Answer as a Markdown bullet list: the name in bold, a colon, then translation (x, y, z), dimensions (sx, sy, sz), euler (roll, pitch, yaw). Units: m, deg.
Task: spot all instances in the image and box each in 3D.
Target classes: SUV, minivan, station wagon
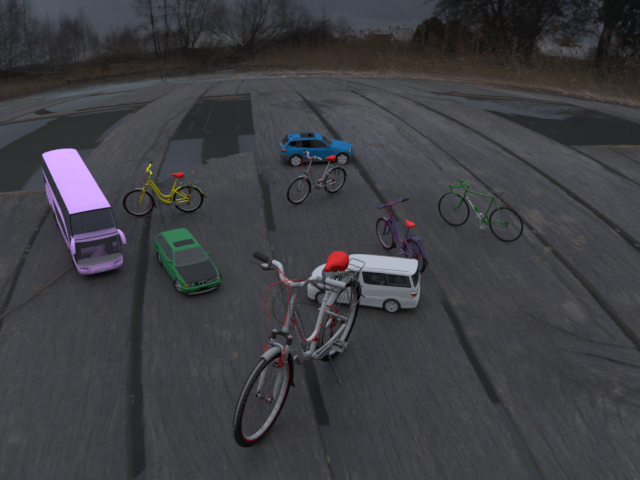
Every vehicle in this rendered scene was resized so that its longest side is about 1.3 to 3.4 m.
- **SUV**: translation (-0.078, -1.935, 14.682), dimensions (1.572, 0.580, 0.656), euler (-3, 27, -6)
- **minivan**: translation (0.600, 0.548, 9.644), dimensions (1.548, 0.616, 0.681), euler (6, 27, 11)
- **station wagon**: translation (-1.988, 0.265, 10.373), dimensions (0.682, 0.473, 1.597), euler (-13, 29, -24)

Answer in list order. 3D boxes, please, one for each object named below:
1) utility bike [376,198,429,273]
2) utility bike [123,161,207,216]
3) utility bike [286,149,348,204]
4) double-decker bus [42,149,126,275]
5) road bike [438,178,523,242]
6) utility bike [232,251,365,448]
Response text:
- **utility bike**: translation (1.182, -0.091, 10.559), dimensions (0.535, 0.946, 1.435), euler (-13, 29, -24)
- **utility bike**: translation (-2.688, -0.844, 12.074), dimensions (1.435, 0.946, 0.535), euler (-6, 27, -11)
- **utility bike**: translation (0.002, -1.178, 12.748), dimensions (1.435, 0.946, 0.535), euler (-19, 32, -34)
- **double-decker bus**: translation (-3.881, -0.508, 11.279), dimensions (0.756, 1.052, 3.251), euler (-13, 29, -24)
- **road bike**: translation (2.623, -0.496, 11.480), dimensions (1.545, 0.852, 0.358), euler (20, 33, 35)
- **utility bike**: translation (-0.049, 0.919, 7.521), dimensions (1.039, 1.839, 2.791), euler (14, 30, 25)
